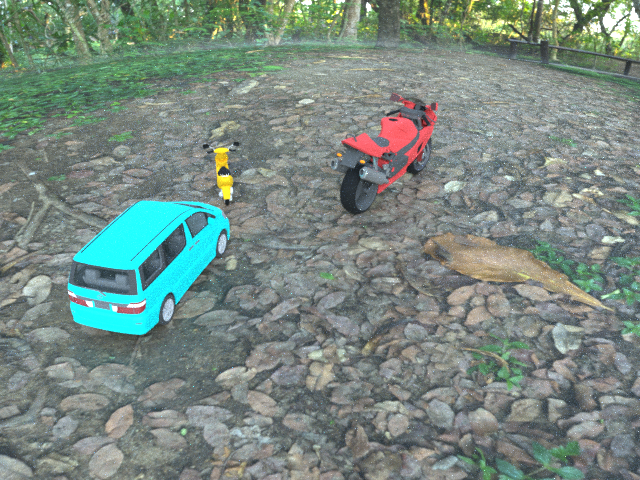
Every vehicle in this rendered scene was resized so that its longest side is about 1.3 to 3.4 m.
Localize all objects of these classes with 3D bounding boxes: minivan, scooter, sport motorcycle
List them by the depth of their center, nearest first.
[{"bbox_3d":[-2.337,0.119,10.075,1.324,1.197,3.011,9,31,14],"label":"minivan"},{"bbox_3d":[1.260,-1.584,12.585,0.983,1.596,2.955,20,36,31],"label":"sport motorcycle"},{"bbox_3d":[-1.755,-1.271,12.721,0.662,0.919,1.399,-6,31,-9],"label":"scooter"}]
